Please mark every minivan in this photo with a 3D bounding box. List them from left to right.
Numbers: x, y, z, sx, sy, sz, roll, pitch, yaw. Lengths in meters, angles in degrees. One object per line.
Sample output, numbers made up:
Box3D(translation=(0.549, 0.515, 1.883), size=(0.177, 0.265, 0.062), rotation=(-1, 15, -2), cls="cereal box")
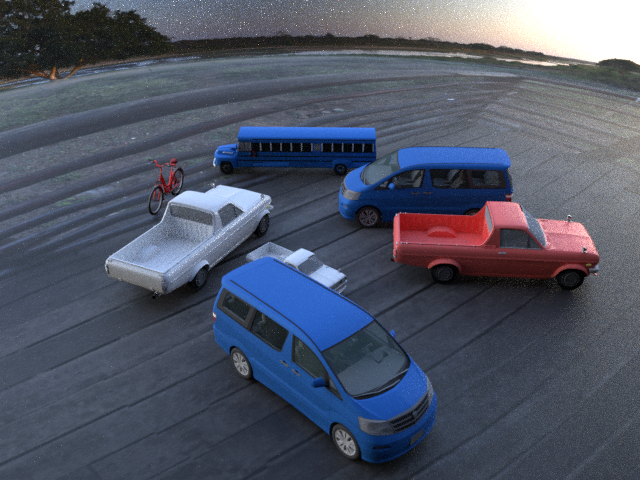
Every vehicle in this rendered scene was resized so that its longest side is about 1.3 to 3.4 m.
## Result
Box3D(translation=(-0.001, 1.311, 8.300), size=(1.324, 1.197, 3.011), rotation=(-25, 38, -37), cls="minivan")
Box3D(translation=(1.841, -0.968, 12.347), size=(3.011, 1.197, 1.324), rotation=(2, 29, 3), cls="minivan")

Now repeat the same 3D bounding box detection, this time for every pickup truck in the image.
Box3D(translation=(-1.960, -0.151, 11.103), size=(1.244, 0.993, 3.117), rotation=(14, 32, 23), cls="pickup truck")
Box3D(translation=(-0.369, 0.426, 10.570), size=(1.603, 0.511, 0.640), rotation=(21, 36, 33), cls="pickup truck")
Box3D(translation=(2.670, -0.004, 10.842), size=(3.117, 0.993, 1.244), rotation=(2, 29, 4), cls="pickup truck")

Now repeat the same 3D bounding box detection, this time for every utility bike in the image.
Box3D(translation=(-2.768, -1.086, 12.812), size=(0.535, 0.946, 1.435), rotation=(8, 30, 14), cls="utility bike")

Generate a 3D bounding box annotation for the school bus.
Box3D(translation=(-0.513, -1.840, 14.253), size=(3.322, 0.844, 0.709), rotation=(1, 29, 1), cls="school bus")
